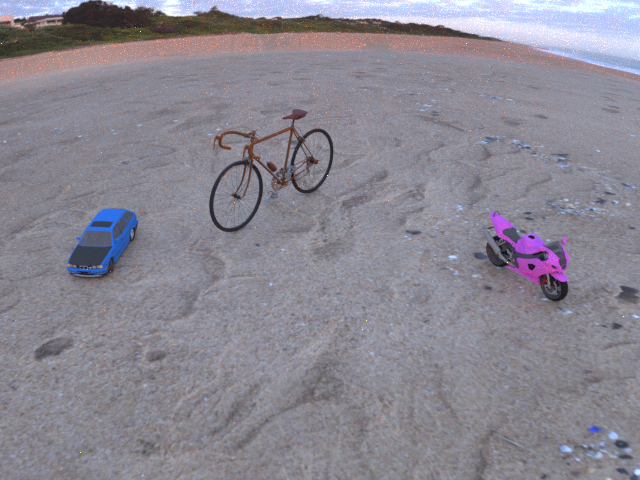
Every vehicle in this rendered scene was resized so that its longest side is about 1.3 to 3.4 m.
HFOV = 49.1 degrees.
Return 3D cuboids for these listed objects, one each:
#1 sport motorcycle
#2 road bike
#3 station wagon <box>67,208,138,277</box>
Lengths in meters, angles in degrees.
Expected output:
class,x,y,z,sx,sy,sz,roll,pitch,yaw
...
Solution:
class,x,y,z,sx,sy,sz,roll,pitch,yaw
sport motorcycle,2.857,0.212,9.683,0.506,0.821,1.520,-16,33,-26
road bike,-0.714,-1.240,11.444,0.696,1.656,3.004,21,35,33
station wagon,-3.239,-0.015,10.452,0.682,0.473,1.597,2,29,4
